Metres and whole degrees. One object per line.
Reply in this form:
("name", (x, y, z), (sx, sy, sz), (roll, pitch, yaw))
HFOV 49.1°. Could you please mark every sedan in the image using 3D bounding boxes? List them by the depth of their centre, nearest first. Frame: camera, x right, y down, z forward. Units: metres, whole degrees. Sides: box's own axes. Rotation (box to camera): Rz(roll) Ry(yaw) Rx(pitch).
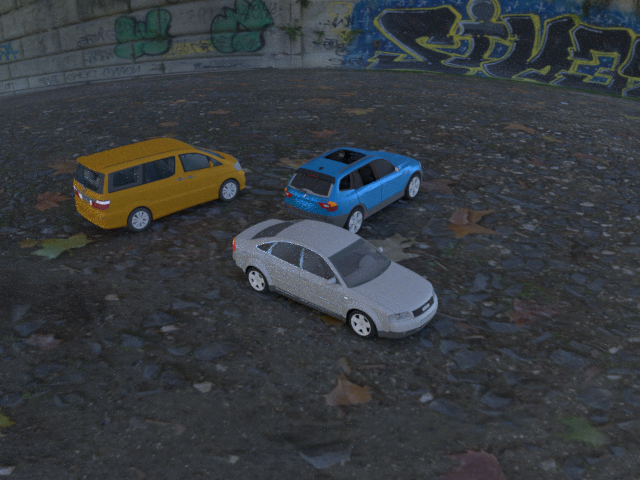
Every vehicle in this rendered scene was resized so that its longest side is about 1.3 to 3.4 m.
("sedan", (0.150, 0.375, 9.636), (3.137, 0.940, 1.235), (20, 33, 34))

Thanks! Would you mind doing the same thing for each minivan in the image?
("minivan", (-2.734, -1.123, 12.292), (3.011, 1.197, 1.324), (-23, 35, -37))

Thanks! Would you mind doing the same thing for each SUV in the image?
("SUV", (0.644, -1.059, 12.242), (1.276, 1.128, 3.058), (19, 33, 33))
